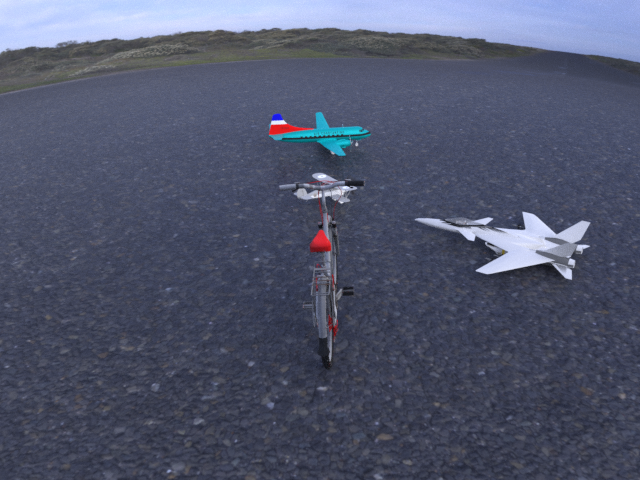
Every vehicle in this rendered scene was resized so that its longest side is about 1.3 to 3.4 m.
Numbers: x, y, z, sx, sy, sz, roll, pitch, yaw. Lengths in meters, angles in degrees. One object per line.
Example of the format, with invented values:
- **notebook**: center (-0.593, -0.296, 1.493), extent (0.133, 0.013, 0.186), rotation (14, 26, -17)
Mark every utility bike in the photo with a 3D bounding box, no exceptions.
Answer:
- **utility bike**: center (0.004, 0.246, 8.545), extent (1.039, 1.839, 2.791), rotation (1, 28, 3)

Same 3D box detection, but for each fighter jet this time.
- **fighter jet**: center (2.664, -0.164, 10.670), extent (2.640, 0.557, 2.229), rotation (16, 32, 27)

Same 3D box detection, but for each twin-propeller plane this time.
- **twin-propeller plane**: center (0.014, -2.245, 14.310), extent (2.129, 0.792, 2.663), rotation (-5, 29, -9)

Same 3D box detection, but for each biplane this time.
- **biplane**: center (0.091, -0.839, 11.987), extent (1.090, 0.504, 1.336), rotation (-14, 31, -24)
